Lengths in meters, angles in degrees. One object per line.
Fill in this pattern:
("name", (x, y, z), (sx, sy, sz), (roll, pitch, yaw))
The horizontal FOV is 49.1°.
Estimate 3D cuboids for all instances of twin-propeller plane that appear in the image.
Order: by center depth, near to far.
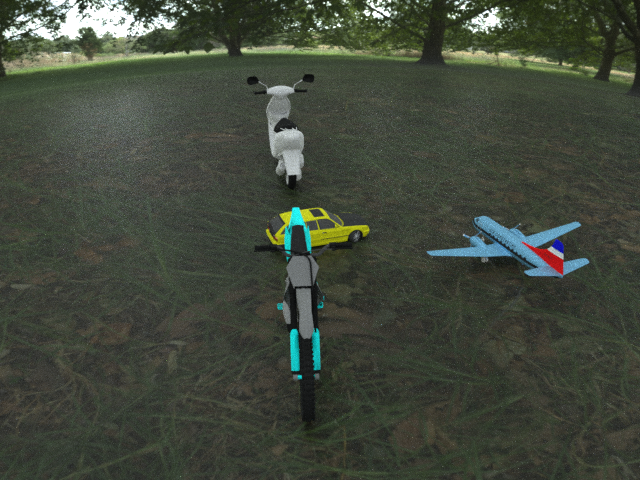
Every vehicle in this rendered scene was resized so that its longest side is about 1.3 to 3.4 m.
("twin-propeller plane", (2.835, -0.006, 10.167), (2.663, 0.792, 2.129), (-10, 29, -19))

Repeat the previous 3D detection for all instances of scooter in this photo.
("scooter", (-0.689, -2.175, 13.348), (1.288, 1.786, 2.721), (-4, 27, -9))

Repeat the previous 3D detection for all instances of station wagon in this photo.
("station wagon", (-0.020, -0.220, 10.942), (1.597, 0.473, 0.682), (-9, 28, -16))

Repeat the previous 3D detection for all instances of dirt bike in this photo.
("dirt bike", (-0.197, 0.634, 7.935), (1.024, 1.666, 2.903), (-2, 27, -4))
